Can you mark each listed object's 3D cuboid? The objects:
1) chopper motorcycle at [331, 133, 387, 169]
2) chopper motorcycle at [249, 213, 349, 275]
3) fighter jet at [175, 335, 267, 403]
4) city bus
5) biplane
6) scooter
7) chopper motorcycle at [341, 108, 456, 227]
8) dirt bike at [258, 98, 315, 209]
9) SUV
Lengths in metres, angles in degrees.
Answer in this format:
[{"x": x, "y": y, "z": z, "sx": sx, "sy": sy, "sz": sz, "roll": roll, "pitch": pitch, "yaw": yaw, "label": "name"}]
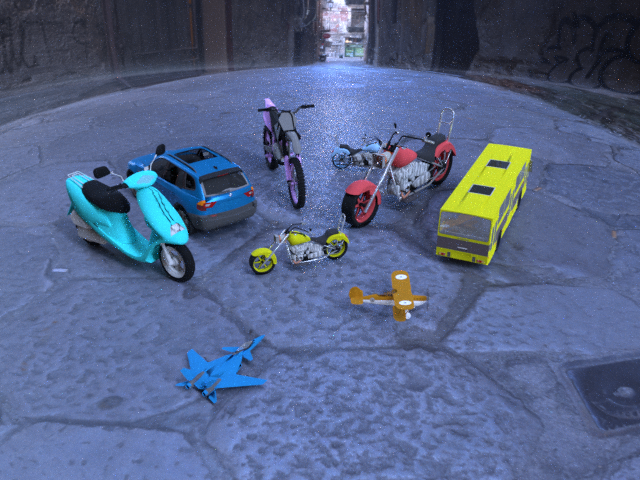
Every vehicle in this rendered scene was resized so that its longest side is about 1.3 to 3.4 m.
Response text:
[{"x": 0.996, "y": -1.741, "z": 13.929, "sx": 1.563, "sy": 0.761, "sz": 0.466, "roll": 2, "pitch": 27, "yaw": 4, "label": "chopper motorcycle"}, {"x": -0.301, "y": 0.057, "z": 10.455, "sx": 1.563, "sy": 0.761, "sz": 0.466, "roll": -10, "pitch": 29, "yaw": -18, "label": "chopper motorcycle"}, {"x": -1.063, "y": 1.397, "z": 8.381, "sx": 1.147, "sy": 0.286, "sz": 1.358, "roll": 16, "pitch": 31, "yaw": 28, "label": "fighter jet"}, {"x": 2.798, "y": -0.651, "z": 11.677, "sx": 0.926, "sy": 0.894, "sz": 3.255, "roll": 12, "pitch": 30, "yaw": 22, "label": "city bus"}, {"x": 0.931, "y": 0.772, "z": 9.351, "sx": 1.090, "sy": 0.504, "sz": 1.336, "roll": 1, "pitch": 27, "yaw": 3, "label": "biplane"}, {"x": -2.899, "y": -0.476, "z": 10.368, "sx": 2.721, "sy": 1.786, "sz": 1.288, "roll": 18, "pitch": 32, "yaw": 31, "label": "scooter"}, {"x": 1.453, "y": -1.316, "z": 12.327, "sx": 0.906, "sy": 1.480, "sz": 3.040, "roll": 23, "pitch": 35, "yaw": 37, "label": "chopper motorcycle"}, {"x": -0.684, "y": -1.765, "z": 12.991, "sx": 1.024, "sy": 1.666, "sz": 2.903, "roll": -8, "pitch": 28, "yaw": -14, "label": "dirt bike"}, {"x": -2.315, "y": -1.079, "z": 12.250, "sx": 1.276, "sy": 1.128, "sz": 3.058, "roll": -20, "pitch": 33, "yaw": -33, "label": "SUV"}]
